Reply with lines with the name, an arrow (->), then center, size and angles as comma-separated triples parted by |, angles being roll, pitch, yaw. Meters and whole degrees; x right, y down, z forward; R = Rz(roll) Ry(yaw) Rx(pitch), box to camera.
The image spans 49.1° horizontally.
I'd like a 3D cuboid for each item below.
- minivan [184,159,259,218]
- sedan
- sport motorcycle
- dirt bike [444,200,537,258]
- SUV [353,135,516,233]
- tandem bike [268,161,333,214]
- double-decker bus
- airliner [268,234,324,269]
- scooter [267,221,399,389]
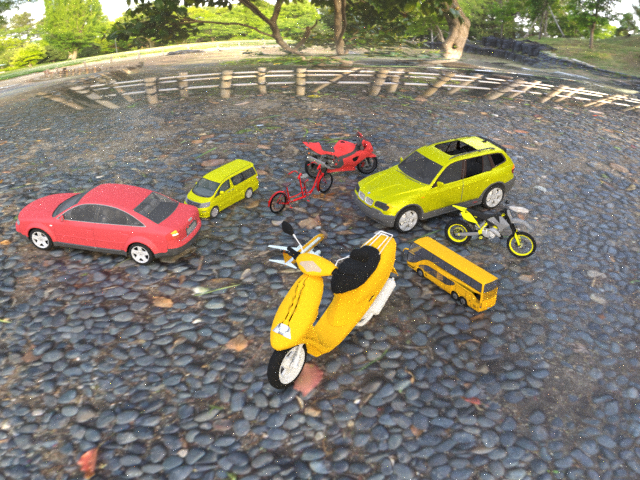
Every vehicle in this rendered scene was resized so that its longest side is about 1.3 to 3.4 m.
minivan -> -1.810, -0.949, 12.828 | 0.681, 0.616, 1.548 | 19, 35, 30
sedan -> -3.520, -0.388, 11.516 | 3.137, 0.940, 1.235 | 7, 30, 13
sport motorcycle -> 0.411, -1.652, 13.856 | 1.520, 0.821, 0.506 | -5, 30, -9
dirt bike -> 2.747, -0.193, 11.256 | 1.493, 0.857, 0.527 | 13, 32, 21
SUV -> 2.084, -1.097, 12.570 | 3.058, 1.128, 1.276 | -15, 33, -24
tandem bike -> -0.338, -0.991, 12.836 | 1.642, 0.682, 0.283 | -26, 39, -38
double-decker bus -> 1.920, 0.467, 10.415 | 0.389, 0.541, 1.672 | -19, 35, -29
airliner -> -0.258, 0.089, 11.193 | 1.161, 0.429, 1.307 | 16, 33, 25
scooter -> 0.223, 0.599, 8.924 | 1.288, 1.786, 2.721 | 21, 36, 32
